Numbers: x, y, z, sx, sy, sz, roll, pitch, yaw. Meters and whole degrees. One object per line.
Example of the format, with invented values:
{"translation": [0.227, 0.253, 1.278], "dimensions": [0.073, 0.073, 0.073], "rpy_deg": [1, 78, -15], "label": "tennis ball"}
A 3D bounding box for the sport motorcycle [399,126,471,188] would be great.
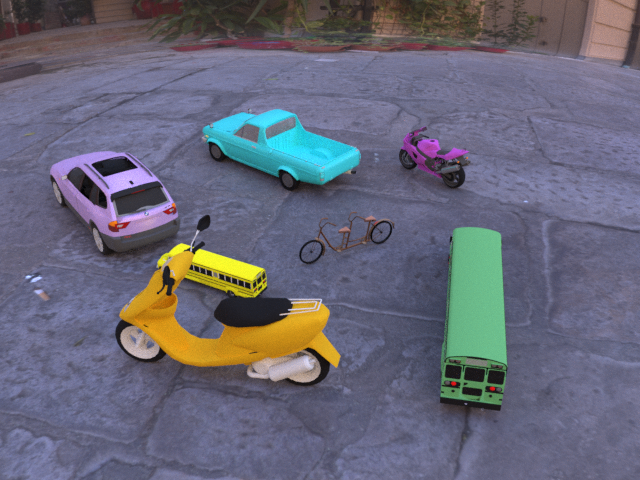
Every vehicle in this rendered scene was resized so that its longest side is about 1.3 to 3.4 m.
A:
{"translation": [2.015, -1.485, 12.564], "dimensions": [0.506, 0.821, 1.520], "rpy_deg": [-26, 40, -35], "label": "sport motorcycle"}

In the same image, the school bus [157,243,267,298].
{"translation": [-1.554, 0.421, 9.807], "dimensions": [1.708, 0.434, 0.365], "rpy_deg": [16, 35, 24], "label": "school bus"}

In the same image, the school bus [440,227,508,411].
{"translation": [1.946, 0.752, 8.869], "dimensions": [0.709, 0.844, 3.322], "rpy_deg": [6, 32, 9], "label": "school bus"}

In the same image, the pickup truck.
{"translation": [-0.777, -1.786, 12.892], "dimensions": [3.117, 0.993, 1.244], "rpy_deg": [24, 39, 34], "label": "pickup truck"}

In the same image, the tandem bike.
{"translation": [0.424, -0.094, 10.414], "dimensions": [1.642, 0.682, 0.283], "rpy_deg": [-16, 35, -24], "label": "tandem bike"}

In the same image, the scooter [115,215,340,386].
{"translation": [-1.115, 0.811, 7.867], "dimensions": [2.721, 1.786, 1.288], "rpy_deg": [6, 32, 10], "label": "scooter"}

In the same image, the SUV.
{"translation": [-3.346, -0.829, 11.192], "dimensions": [1.276, 1.128, 3.058], "rpy_deg": [-21, 37, -30], "label": "SUV"}
